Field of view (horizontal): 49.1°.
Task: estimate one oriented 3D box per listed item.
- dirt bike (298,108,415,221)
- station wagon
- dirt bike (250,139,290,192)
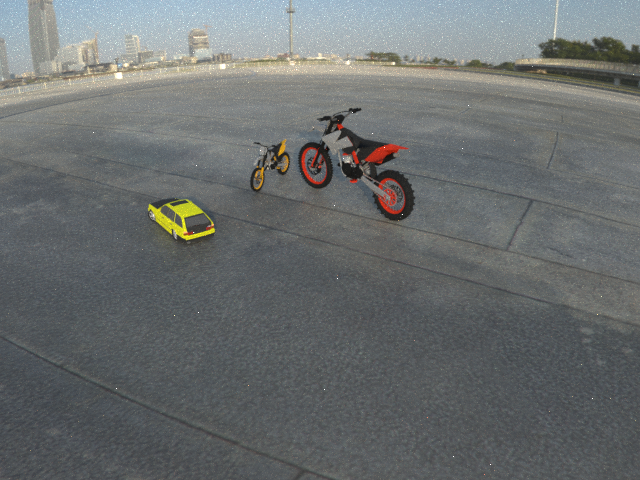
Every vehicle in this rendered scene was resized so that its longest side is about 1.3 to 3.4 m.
[{"bbox_3d":[0.578,-1.432,12.631,1.024,1.666,2.903,-22,34,-38],"label":"dirt bike"},{"bbox_3d":[-2.398,-0.431,11.947,0.682,0.473,1.597,-17,31,-31],"label":"station wagon"},{"bbox_3d":[-0.965,-1.528,13.744,0.527,0.857,1.493,12,29,23],"label":"dirt bike"}]
